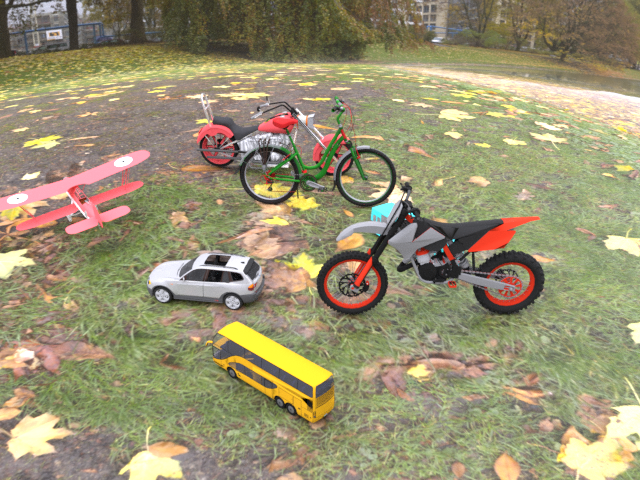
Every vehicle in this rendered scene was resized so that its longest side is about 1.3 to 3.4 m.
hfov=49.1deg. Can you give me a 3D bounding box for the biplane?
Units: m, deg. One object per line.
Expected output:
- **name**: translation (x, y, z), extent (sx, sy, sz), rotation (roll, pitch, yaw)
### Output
- **biplane**: translation (-3.794, -0.597, 11.077), extent (2.598, 0.981, 2.120), rotation (-16, 31, -28)

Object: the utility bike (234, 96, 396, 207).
- **utility bike**: translation (-0.088, -1.488, 11.872), extent (2.791, 1.839, 1.039), rotation (2, 27, 4)

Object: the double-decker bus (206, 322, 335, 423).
- **double-decker bus**: translation (-0.560, 1.401, 7.665), extent (1.672, 0.541, 0.389), rotation (22, 34, 36)

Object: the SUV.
- **SUV**: translation (-1.533, 0.493, 9.390), extent (1.572, 0.580, 0.656), rotation (5, 28, 9)

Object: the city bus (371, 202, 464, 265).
- **city bus**: translation (1.431, -0.041, 10.563), extent (0.476, 0.460, 1.674), rotation (-17, 32, -29)

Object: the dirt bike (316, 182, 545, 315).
- **dirt bike**: translation (1.406, 0.222, 8.730), extent (2.903, 1.666, 1.024), rotation (0, 27, -1)

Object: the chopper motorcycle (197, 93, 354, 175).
- **chopper motorcycle**: translation (-0.856, -1.999, 13.261), extent (3.040, 1.480, 0.906), rotation (3, 27, 7)
